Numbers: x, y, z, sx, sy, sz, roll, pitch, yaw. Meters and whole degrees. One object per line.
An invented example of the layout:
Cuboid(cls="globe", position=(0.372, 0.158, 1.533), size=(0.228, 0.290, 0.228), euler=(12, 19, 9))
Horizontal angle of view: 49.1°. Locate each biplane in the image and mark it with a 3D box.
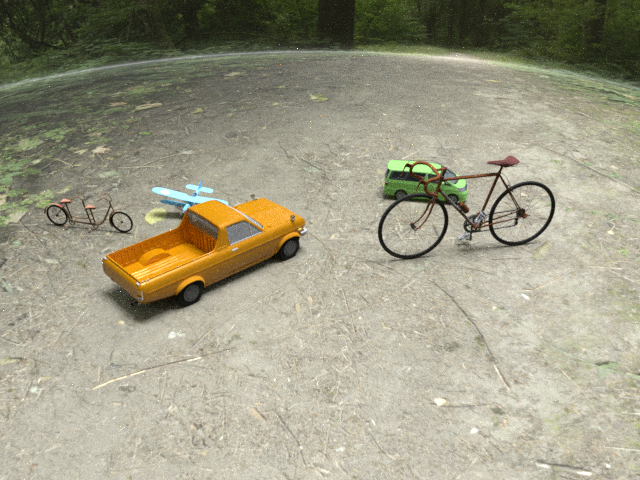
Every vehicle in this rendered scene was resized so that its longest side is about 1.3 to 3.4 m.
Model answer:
Cuboid(cls="biplane", position=(-2.247, -0.713, 12.447), size=(1.336, 0.504, 1.090), euler=(4, 30, 7))

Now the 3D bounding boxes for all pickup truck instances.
Cuboid(cls="pickup truck", position=(-1.675, 0.036, 10.649), size=(3.117, 0.993, 1.244), euler=(-25, 38, -36))

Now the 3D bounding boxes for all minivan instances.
Cuboid(cls="minivan", position=(1.973, -1.092, 12.996), size=(1.548, 0.616, 0.681), euler=(5, 30, 9))

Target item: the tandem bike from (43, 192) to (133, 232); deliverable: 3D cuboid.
Cuboid(cls="tandem bike", position=(-3.955, -0.489, 11.877), size=(1.642, 0.682, 0.283), euler=(6, 30, 11))

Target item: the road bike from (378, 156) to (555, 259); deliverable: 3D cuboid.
Cuboid(cls="road bike", position=(2.354, -0.526, 10.964), size=(3.004, 1.656, 0.697), euler=(-7, 30, -12))
